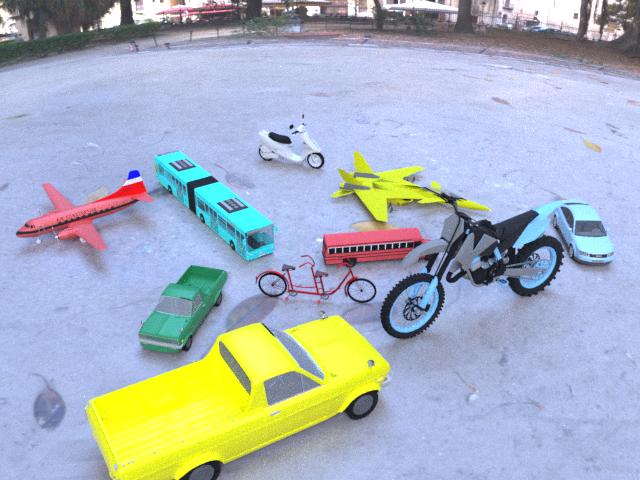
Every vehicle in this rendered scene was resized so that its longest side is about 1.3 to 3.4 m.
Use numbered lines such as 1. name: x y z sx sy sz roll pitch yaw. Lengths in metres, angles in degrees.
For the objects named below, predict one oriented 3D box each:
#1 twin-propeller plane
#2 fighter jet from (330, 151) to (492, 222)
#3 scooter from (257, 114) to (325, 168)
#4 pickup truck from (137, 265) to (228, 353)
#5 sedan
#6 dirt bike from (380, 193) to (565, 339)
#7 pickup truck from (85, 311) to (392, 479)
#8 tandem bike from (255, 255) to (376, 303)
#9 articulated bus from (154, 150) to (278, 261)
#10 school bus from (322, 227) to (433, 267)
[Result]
1. twin-propeller plane: -3.718 -0.513 10.994 2.129 0.792 2.663 -20 36 -30
2. fighter jet: 1.615 -0.902 11.881 2.640 0.557 2.229 12 33 20
3. scooter: -0.571 -1.841 13.114 1.399 0.919 0.662 11 32 18
4. pickup truck: -1.740 0.812 9.028 0.640 0.511 1.603 8 32 13
5. sedan: 4.042 -0.184 10.739 0.635 0.483 1.613 1 31 2
6. dirt bike: 2.028 0.269 8.811 2.903 1.666 1.024 -15 34 -24
7. pickup truck: -0.782 1.553 7.302 3.117 0.993 1.244 -17 34 -26
8. tandem bike: -0.061 0.520 9.354 1.642 0.682 0.283 4 31 6
9. articulated bus: -1.806 -0.651 11.453 0.605 0.561 3.401 -19 36 -29
10. school bus: 0.897 0.096 10.314 1.708 0.434 0.365 -4 31 -8
